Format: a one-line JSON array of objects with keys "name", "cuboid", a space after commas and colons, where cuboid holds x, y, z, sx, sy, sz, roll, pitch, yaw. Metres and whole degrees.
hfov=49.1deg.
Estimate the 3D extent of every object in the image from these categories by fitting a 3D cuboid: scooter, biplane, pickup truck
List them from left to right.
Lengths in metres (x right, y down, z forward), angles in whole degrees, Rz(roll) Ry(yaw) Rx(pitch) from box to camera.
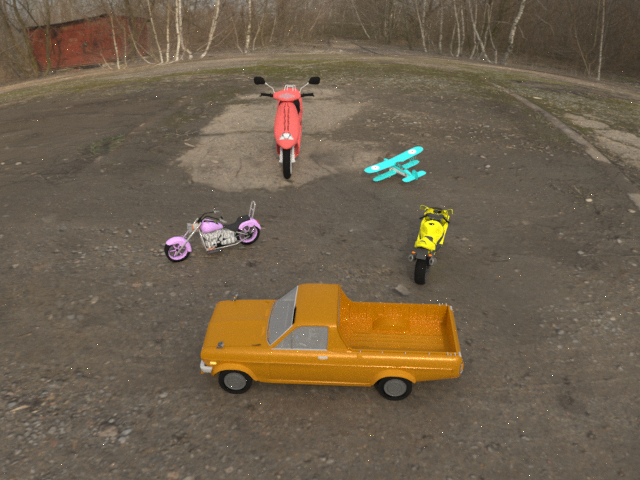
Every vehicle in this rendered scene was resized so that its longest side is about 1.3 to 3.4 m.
[{"name": "scooter", "cuboid": [-0.637, -2.509, 14.137, 1.288, 1.786, 2.721, 0, 29, 0]}, {"name": "pickup truck", "cuboid": [0.132, 1.140, 8.456, 3.117, 0.993, 1.244, 2, 29, 3]}, {"name": "biplane", "cuboid": [1.510, -1.351, 13.386, 1.336, 0.504, 1.090, -17, 34, -28]}]

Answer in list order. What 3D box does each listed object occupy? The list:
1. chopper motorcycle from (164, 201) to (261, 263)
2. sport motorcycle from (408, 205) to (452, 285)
[{"name": "chopper motorcycle", "cuboid": [-1.676, -0.136, 10.962, 1.563, 0.761, 0.466, -13, 32, -22]}, {"name": "sport motorcycle", "cuboid": [1.658, 0.040, 10.588, 0.506, 0.821, 1.520, 9, 31, 16]}]
